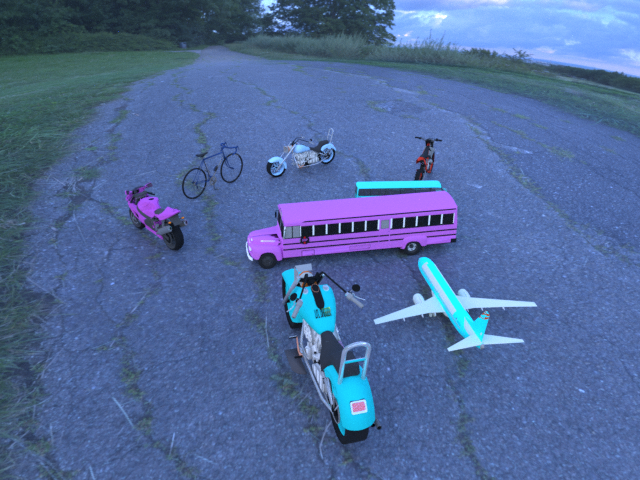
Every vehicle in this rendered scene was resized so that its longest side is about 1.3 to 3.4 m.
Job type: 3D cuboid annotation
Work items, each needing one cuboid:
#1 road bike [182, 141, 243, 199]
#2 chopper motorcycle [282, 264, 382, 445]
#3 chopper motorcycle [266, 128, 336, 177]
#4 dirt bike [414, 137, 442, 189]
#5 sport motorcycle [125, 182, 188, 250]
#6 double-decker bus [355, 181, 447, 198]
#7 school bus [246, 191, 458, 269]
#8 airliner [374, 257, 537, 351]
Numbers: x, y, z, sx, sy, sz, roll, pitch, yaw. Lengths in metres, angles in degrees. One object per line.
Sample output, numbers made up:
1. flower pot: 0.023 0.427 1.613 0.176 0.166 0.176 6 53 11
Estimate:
1. road bike: -2.006 -1.327 13.145 0.358 0.852 1.545 21 35 34
2. chopper motorcycle: 0.001 1.004 8.206 0.906 1.480 3.040 -8 29 -14
3. chopper motorcycle: -0.362 -1.750 14.015 1.563 0.761 0.466 -16 33 -27
4. dirt bike: 2.020 -1.505 13.467 0.527 0.857 1.493 10 30 18
5. sport motorcycle: -2.707 -0.385 11.445 0.506 0.821 1.520 -25 37 -38
6. double-decker bus: 1.452 -0.757 12.422 1.672 0.541 0.389 -1 29 -2
7. school bus: 0.488 -0.193 11.069 3.322 0.844 0.709 -5 29 -9
8. airliner: 1.768 0.674 9.485 2.257 0.835 2.541 -5 29 -9
